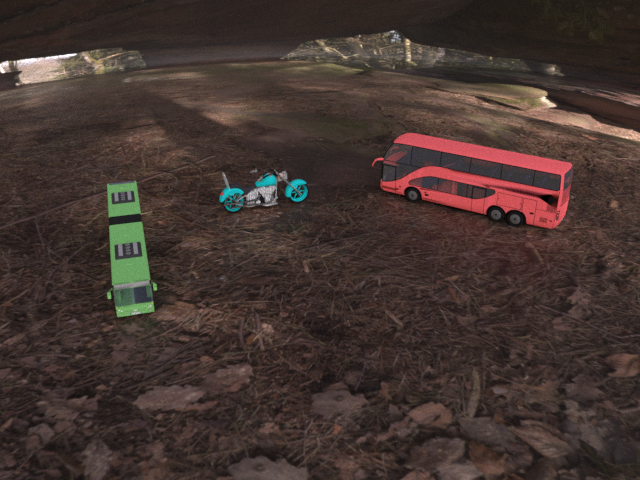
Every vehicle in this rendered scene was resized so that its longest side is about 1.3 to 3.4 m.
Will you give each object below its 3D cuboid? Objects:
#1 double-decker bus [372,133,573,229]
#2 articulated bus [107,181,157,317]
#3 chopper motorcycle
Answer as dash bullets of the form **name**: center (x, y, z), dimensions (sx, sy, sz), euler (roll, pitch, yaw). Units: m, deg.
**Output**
- **double-decker bus**: center (2.480, -1.035, 11.688), dimensions (3.251, 1.052, 0.756), euler (16, 32, 27)
- **articulated bus**: center (-2.812, 0.007, 10.239), dimensions (0.605, 0.561, 3.401), euler (-8, 29, -14)
- **chopper motorcycle**: center (-0.926, -0.888, 11.721), dimensions (1.563, 0.761, 0.466), euler (-12, 30, -21)
